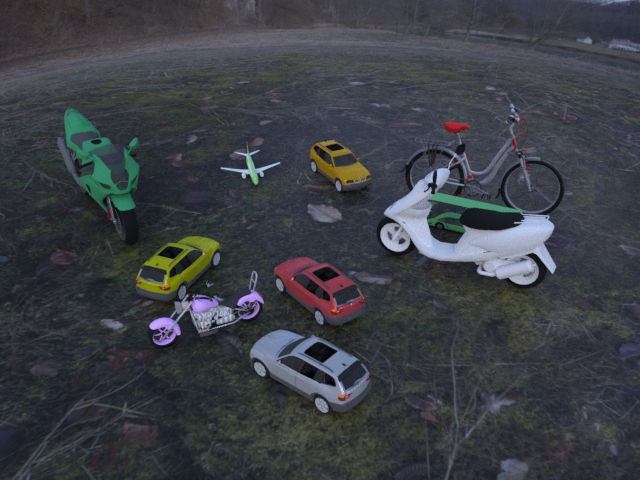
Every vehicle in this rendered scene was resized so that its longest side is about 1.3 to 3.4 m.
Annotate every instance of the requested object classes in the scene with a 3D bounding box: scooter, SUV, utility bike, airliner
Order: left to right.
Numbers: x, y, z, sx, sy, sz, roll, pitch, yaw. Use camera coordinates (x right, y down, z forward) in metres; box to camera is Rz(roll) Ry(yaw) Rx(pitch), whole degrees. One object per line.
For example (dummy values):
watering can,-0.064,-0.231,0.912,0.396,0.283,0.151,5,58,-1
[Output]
SUV,-2.048,0.325,10.237,0.656,0.580,1.572,12,32,19
airliner,-1.315,-1.461,13.440,1.161,0.429,1.307,-6,31,-11
SUV,-0.136,1.462,8.292,1.572,0.580,0.656,23,37,33
SUV,-0.028,0.619,9.735,0.656,0.580,1.572,-20,36,-30
SUV,0.366,-1.434,13.243,0.656,0.580,1.572,-15,34,-24
scooter,2.093,-0.311,10.129,2.721,1.786,1.288,15,34,24
utility bike,2.771,-1.386,11.915,2.791,1.839,1.039,9,32,15

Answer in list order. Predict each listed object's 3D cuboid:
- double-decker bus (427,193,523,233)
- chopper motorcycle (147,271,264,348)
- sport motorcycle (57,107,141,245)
double-decker bus,2.447,-0.369,11.462,1.672,0.541,0.389,15,33,23
chopper motorcycle,-1.474,0.897,9.080,1.563,0.761,0.466,-14,33,-22
sport motorcycle,-3.660,-1.113,11.689,0.983,1.596,2.955,-17,35,-27
